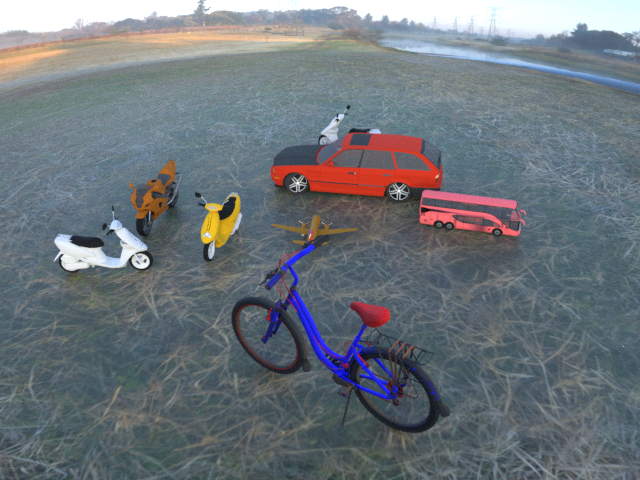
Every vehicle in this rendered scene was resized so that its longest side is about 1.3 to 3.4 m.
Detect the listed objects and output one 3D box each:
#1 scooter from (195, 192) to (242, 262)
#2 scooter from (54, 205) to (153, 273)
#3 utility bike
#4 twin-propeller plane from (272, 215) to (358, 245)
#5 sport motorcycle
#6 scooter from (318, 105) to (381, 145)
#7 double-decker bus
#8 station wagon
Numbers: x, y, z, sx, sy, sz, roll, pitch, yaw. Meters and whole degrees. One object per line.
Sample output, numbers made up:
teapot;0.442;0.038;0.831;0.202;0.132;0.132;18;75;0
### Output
scooter;-1.513;-0.347;10.728;0.662;0.919;1.399;7;30;13
scooter;-3.127;0.054;10.008;1.399;0.919;0.662;-2;29;-3
utility bike;0.061;1.038;7.289;2.791;1.839;1.039;18;34;30
twin-propeller plane;-0.101;-0.185;10.964;1.370;0.407;1.095;3;29;6
sport motorcycle;-2.672;-0.702;11.467;0.506;0.821;1.520;6;30;10
scooter;0.606;-2.140;13.956;1.399;0.919;0.662;12;31;21
double-decker bus;2.443;-0.428;11.264;1.672;0.541;0.389;8;30;14
station wagon;0.652;-1.397;12.617;3.105;0.920;1.327;5;29;9
